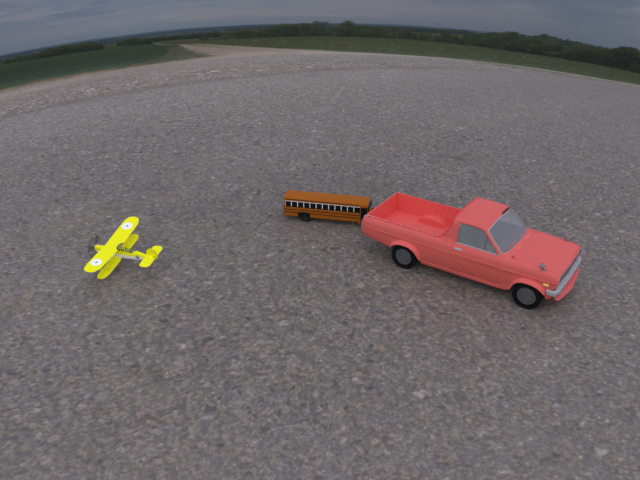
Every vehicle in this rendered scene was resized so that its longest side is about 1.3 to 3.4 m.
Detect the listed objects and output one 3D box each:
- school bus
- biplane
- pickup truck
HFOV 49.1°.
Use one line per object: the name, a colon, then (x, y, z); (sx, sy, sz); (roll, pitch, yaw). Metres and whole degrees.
school bus: (0.253, -0.525, 11.650); (1.708, 0.434, 0.365); (6, 30, 10)
biplane: (-2.880, 0.197, 10.279); (1.090, 0.504, 1.336); (8, 30, 15)
pickup truck: (2.168, -0.040, 10.202); (3.117, 0.993, 1.244); (18, 34, 30)
